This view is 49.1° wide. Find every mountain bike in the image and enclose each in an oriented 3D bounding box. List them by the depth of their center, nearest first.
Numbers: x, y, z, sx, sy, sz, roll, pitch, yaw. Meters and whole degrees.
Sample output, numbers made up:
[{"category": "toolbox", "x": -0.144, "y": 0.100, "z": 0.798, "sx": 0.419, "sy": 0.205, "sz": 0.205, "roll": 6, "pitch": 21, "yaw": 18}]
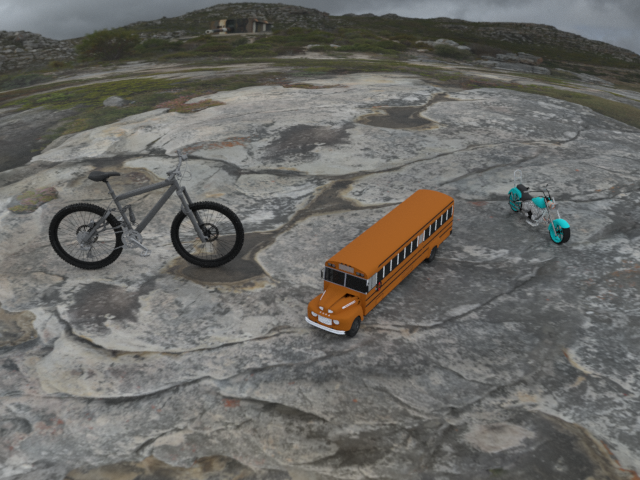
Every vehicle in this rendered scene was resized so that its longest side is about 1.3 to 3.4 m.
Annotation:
[{"category": "mountain bike", "x": -2.550, "y": -0.321, "z": 10.188, "sx": 2.857, "sy": 1.688, "sz": 1.114, "roll": -1, "pitch": 28, "yaw": -2}]

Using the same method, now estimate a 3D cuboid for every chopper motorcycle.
[{"category": "chopper motorcycle", "x": 3.628, "y": -0.559, "z": 11.603, "sx": 0.466, "sy": 0.761, "sz": 1.563, "roll": -10, "pitch": 30, "yaw": -18}]

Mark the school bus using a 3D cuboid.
[{"category": "school bus", "x": 0.938, "y": 0.242, "z": 10.033, "sx": 0.709, "sy": 0.844, "sz": 3.322, "roll": 17, "pitch": 33, "yaw": 29}]
